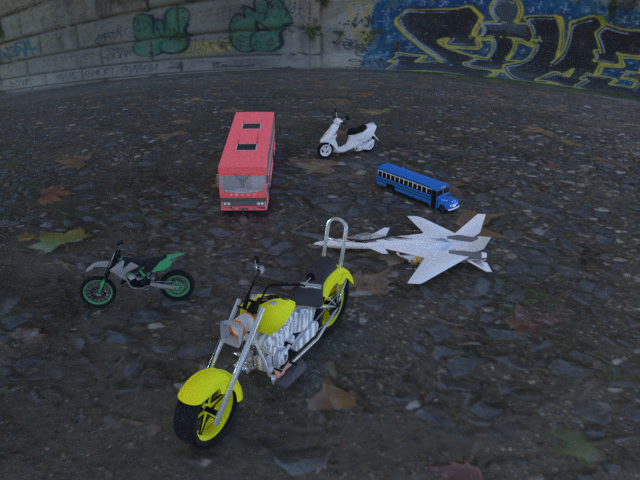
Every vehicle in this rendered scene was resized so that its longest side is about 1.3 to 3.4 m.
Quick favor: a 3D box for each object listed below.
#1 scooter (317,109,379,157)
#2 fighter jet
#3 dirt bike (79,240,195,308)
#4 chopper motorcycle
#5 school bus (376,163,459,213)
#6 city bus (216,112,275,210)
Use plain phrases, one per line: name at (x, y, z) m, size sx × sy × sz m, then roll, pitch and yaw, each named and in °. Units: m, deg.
scooter at (0.586, -2.211, 14.495) m, size 1.399 × 0.919 × 0.662 m, roll -11°, pitch 29°, yaw -21°
fighter jet at (1.210, -0.031, 10.550) m, size 2.640 × 0.557 × 2.229 m, roll 3°, pitch 27°, yaw 6°
dirt bike at (-2.416, 0.476, 9.205) m, size 1.493 × 0.857 × 0.527 m, roll -5°, pitch 27°, yaw -9°
chopper motorcycle at (-0.508, 0.910, 7.644) m, size 0.906 × 1.480 × 3.040 m, roll 16°, pitch 31°, yaw 28°
school bus at (1.740, -0.939, 12.498) m, size 0.365 × 0.434 × 1.708 m, roll -22°, pitch 34°, yaw -37°
city bus at (-1.312, -1.517, 13.138) m, size 0.926 × 0.894 × 3.255 m, roll 0°, pitch 27°, yaw -1°
